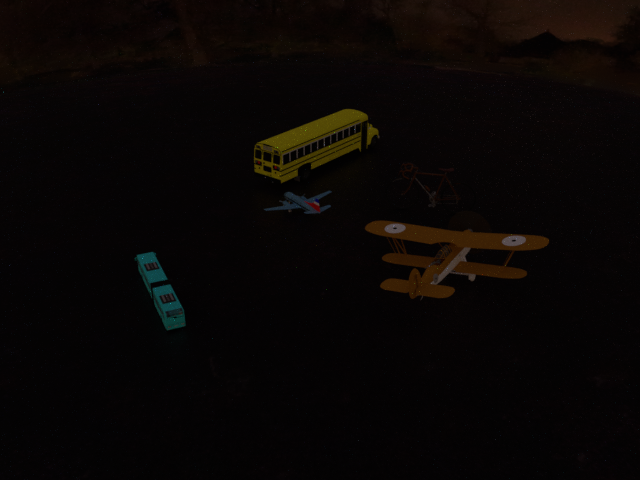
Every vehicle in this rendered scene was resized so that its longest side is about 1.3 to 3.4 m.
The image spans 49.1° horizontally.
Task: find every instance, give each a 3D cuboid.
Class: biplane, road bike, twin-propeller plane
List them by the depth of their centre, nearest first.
[{"bbox_3d":[1.630,0.289,9.486,2.598,0.981,2.120,16,31,28],"label":"biplane"},{"bbox_3d":[1.879,-0.868,11.880,1.545,0.852,0.358,6,28,11],"label":"road bike"},{"bbox_3d":[-0.314,-0.676,11.992,1.370,0.407,1.095,-18,32,-31],"label":"twin-propeller plane"}]

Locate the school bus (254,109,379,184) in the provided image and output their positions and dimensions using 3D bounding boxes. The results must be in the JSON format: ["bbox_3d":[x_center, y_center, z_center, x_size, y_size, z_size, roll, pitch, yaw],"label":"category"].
[{"bbox_3d":[0.050,-1.931,13.958,0.709,0.844,3.322,20,33,33],"label":"school bus"}]

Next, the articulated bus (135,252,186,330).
[{"bbox_3d":[-2.180,0.660,9.520,0.311,0.289,1.749,-12,29,-22],"label":"articulated bus"}]
